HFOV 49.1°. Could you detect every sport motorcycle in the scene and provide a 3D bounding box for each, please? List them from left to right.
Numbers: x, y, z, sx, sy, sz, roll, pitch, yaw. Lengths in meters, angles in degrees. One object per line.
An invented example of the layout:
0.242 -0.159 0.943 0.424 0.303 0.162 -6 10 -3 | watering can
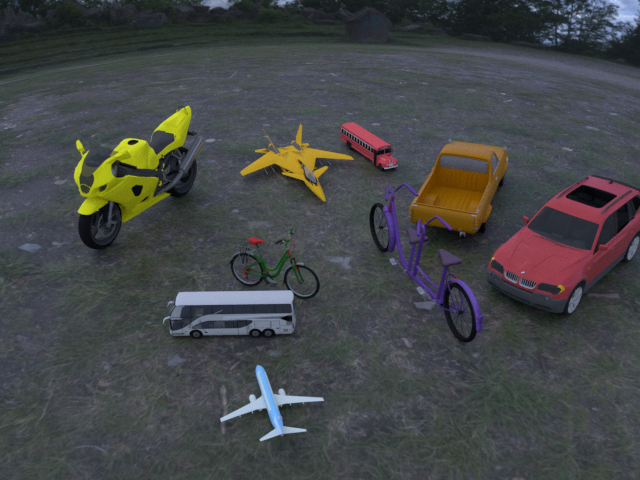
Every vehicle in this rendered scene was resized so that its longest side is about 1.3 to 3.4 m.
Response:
-2.939 -1.071 11.452 0.983 1.596 2.955 13 33 22 | sport motorcycle

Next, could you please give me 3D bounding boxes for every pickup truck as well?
2.446 -1.034 11.990 1.244 0.993 3.117 11 32 19 | pickup truck

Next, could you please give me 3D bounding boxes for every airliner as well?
-0.561 1.718 7.804 1.161 0.429 1.307 -8 31 -14 | airliner

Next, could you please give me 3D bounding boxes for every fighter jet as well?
-0.349 -1.441 13.126 2.229 0.557 2.640 -10 32 -17 | fighter jet

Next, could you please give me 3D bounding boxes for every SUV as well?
3.656 -0.042 10.143 1.276 1.128 3.058 26 39 37 | SUV

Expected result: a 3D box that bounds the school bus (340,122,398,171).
0.975 -1.878 14.002 0.365 0.434 1.708 -15 33 -24 | school bus

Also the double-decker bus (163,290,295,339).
-1.155 0.950 9.017 1.672 0.541 0.389 -1 30 -1 | double-decker bus

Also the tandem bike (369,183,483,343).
1.363 0.145 9.624 0.550 1.326 3.192 -11 32 -18 | tandem bike

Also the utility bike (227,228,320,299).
-0.644 0.288 9.756 1.435 0.946 0.535 12 32 19 | utility bike
